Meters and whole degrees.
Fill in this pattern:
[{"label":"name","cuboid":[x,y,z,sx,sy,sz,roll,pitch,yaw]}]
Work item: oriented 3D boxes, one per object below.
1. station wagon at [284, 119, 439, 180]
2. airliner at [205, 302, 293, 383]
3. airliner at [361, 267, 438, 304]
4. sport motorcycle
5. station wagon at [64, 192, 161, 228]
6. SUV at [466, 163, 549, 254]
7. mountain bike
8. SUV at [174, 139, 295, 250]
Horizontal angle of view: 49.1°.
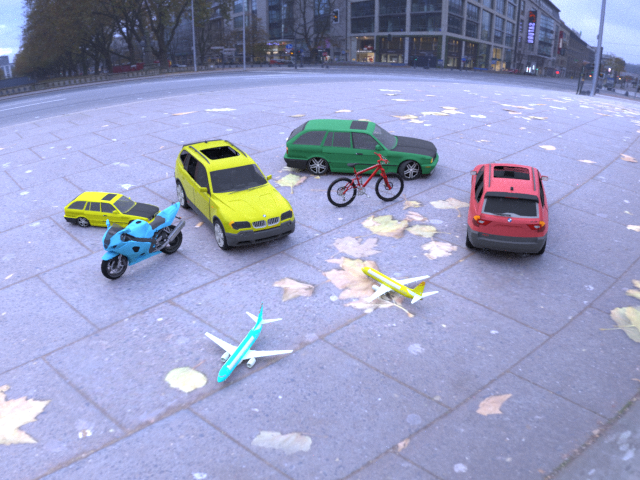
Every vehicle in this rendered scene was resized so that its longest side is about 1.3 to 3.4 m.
[{"label":"station wagon","cuboid":[0.856,-1.898,14.225,3.105,0.920,1.327,4,26,8]},{"label":"airliner","cuboid":[-0.927,1.223,8.391,1.161,0.429,1.307,9,27,17]},{"label":"airliner","cuboid":[1.013,0.538,9.795,1.161,0.429,1.307,-19,32,-33]},{"label":"sport motorcycle","cuboid":[-2.646,0.001,10.450,0.506,0.821,1.520,19,32,34]},{"label":"station wagon","cuboid":[-3.518,-0.514,11.901,1.597,0.473,0.682,5,26,10]},{"label":"SUV","cuboid":[3.112,-0.741,11.619,1.276,1.128,3.058,6,27,12]},{"label":"mountain bike","cuboid":[0.830,-1.046,12.540,1.469,0.868,0.573,-8,27,-15]},{"label":"SUV","cuboid":[-1.535,-0.871,11.885,1.276,1.128,3.058,-13,29,-26]}]
